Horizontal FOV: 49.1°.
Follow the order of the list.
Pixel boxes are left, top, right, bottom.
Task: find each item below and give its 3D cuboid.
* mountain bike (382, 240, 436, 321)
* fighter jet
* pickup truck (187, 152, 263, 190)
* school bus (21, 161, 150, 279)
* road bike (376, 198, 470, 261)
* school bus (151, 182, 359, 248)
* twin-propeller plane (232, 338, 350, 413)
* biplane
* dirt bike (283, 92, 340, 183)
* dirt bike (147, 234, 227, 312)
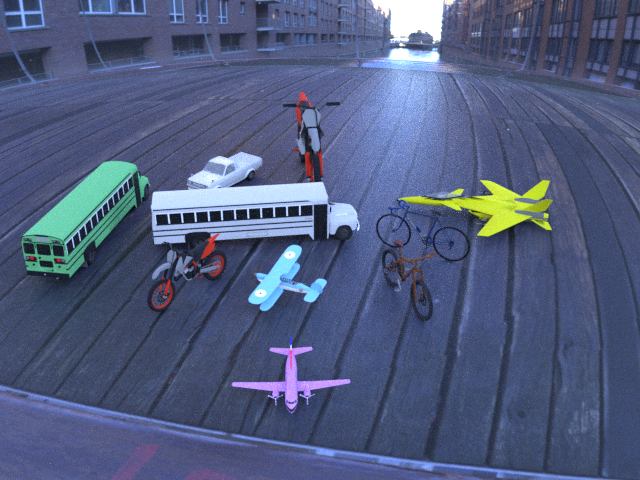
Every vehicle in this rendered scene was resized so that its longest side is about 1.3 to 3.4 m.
[{"bbox_3d":[1.197,0.473,9.712,0.573,0.868,1.469,-10,31,-18],"label":"mountain bike"},{"bbox_3d":[2.669,-0.735,12.217,2.640,0.557,2.229,6,30,11],"label":"fighter jet"},{"bbox_3d":[-1.794,-1.312,13.307,0.640,0.511,1.603,19,34,30],"label":"pickup truck"},{"bbox_3d":[-3.681,-0.479,11.458,0.709,0.844,3.322,4,29,8],"label":"school bus"},{"bbox_3d":[1.588,-0.153,10.861,1.545,0.852,0.358,14,32,23],"label":"road bike"},{"bbox_3d":[-1.015,-0.413,11.339,3.322,0.844,0.709,-4,29,-7],"label":"school bus"},{"bbox_3d":[-0.337,1.582,8.186,1.370,0.407,1.095,-1,29,-2],"label":"twin-propeller plane"},{"bbox_3d":[-0.467,0.625,9.813,1.090,0.504,1.336,13,31,22],"label":"biplane"},{"bbox_3d":[-0.192,-1.872,13.126,1.024,1.666,2.903,-3,29,-6],"label":"dirt bike"},{"bbox_3d":[-1.856,0.401,9.855,0.527,0.857,1.493,20,35,32],"label":"dirt bike"}]
